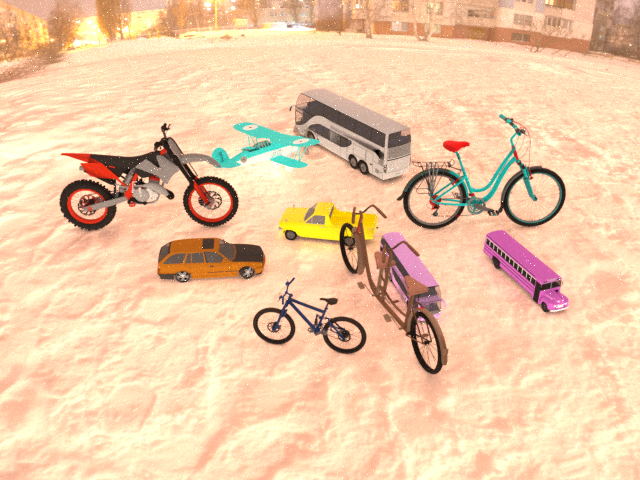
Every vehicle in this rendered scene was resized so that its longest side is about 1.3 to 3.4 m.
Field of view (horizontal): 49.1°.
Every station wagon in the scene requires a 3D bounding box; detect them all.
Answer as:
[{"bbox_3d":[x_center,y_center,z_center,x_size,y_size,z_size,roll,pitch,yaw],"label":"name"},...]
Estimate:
[{"bbox_3d":[-1.615,0.252,10.458,1.597,0.473,0.682,-3,31,-5],"label":"station wagon"}]

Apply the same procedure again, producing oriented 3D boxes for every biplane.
[{"bbox_3d":[-1.128,-1.677,13.243,2.120,0.981,2.598,-21,37,-32],"label":"biplane"}]

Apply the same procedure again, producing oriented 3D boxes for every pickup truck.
[{"bbox_3d":[0.136,-0.301,11.364,1.603,0.511,0.640,6,31,10],"label":"pickup truck"}]

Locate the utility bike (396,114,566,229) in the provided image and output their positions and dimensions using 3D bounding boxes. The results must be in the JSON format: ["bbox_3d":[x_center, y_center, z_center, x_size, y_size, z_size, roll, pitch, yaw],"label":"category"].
[{"bbox_3d":[2.639,-1.071,11.362,2.791,1.839,1.039,-1,30,-2],"label":"utility bike"}]

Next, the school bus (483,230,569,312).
[{"bbox_3d":[2.992,0.438,10.180,0.365,0.434,1.708,-11,32,-18],"label":"school bus"}]

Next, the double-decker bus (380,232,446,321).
[{"bbox_3d":[1.272,0.508,9.955,0.389,0.541,1.672,-8,31,-13],"label":"double-decker bus"}]

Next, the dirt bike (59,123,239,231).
[{"bbox_3d":[-2.787,-0.927,11.287,2.903,1.666,1.024,-1,30,-2],"label":"dirt bike"}]

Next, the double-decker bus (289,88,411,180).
[{"bbox_3d":[0.558,-2.208,14.076,0.756,1.052,3.251,-19,35,-29],"label":"double-decker bus"}]

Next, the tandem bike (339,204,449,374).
[{"bbox_3d":[0.880,0.468,9.248,0.550,1.326,3.192,-11,32,-18],"label":"tandem bike"}]

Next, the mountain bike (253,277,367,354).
[{"bbox_3d":[-0.139,1.012,8.774,1.469,0.868,0.573,6,31,10],"label":"mountain bike"}]
